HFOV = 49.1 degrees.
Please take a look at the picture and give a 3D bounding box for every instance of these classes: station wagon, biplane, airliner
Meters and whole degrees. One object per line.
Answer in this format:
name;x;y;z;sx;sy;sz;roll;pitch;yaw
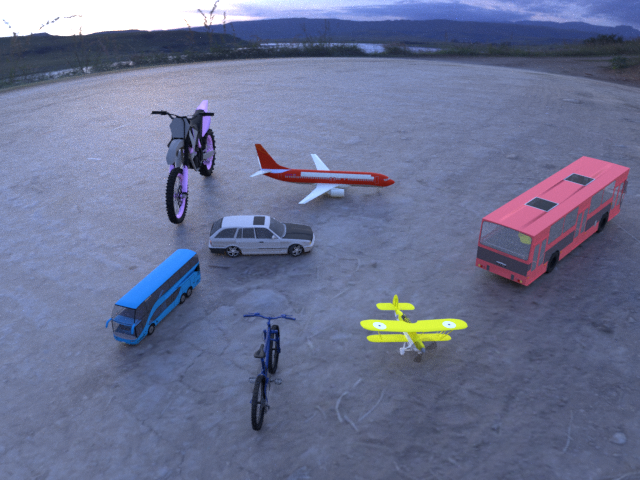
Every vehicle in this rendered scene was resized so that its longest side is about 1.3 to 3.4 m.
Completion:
station wagon;-0.877;-0.089;10.609;1.597;0.473;0.682;-1;28;-1
biplane;1.077;1.047;8.453;1.336;0.504;1.090;-7;29;-12
airliner;0.068;-1.284;12.460;2.541;0.835;2.257;2;28;4

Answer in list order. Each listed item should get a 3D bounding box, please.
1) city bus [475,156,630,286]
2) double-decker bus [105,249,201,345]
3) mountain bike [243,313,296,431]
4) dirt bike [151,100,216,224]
city bus;3.597;-0.336;10.624;0.926;0.894;3.255;24;36;37
double-decker bus;-2.095;0.719;9.028;0.389;0.541;1.672;10;30;18
mountain bike;-0.576;1.328;7.542;0.573;0.868;1.469;3;28;6
dirt bike;-2.194;-1.500;11.983;1.024;1.666;2.903;2;28;5
